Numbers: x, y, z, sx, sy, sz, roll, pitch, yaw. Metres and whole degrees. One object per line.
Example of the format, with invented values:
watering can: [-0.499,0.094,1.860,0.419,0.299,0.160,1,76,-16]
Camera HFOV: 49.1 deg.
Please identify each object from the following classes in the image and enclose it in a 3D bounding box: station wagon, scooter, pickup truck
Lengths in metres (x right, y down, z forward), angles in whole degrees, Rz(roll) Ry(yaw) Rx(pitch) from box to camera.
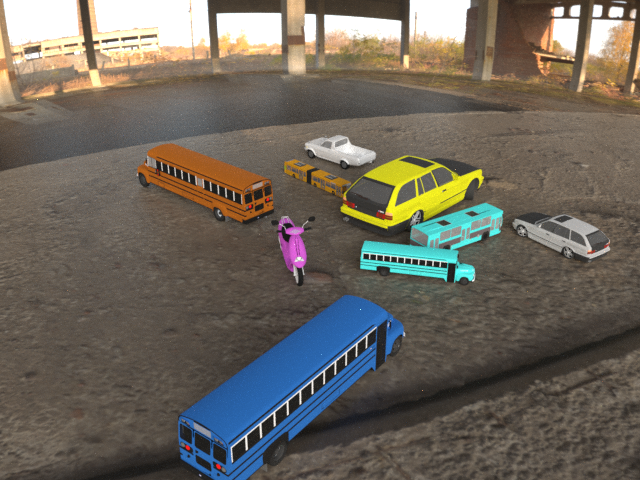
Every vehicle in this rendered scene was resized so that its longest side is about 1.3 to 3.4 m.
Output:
station wagon: [3.908,-0.149,11.428,0.682,0.473,1.597,-18,32,-31]
station wagon: [1.761,-1.004,12.623,1.327,0.920,3.105,23,35,37]
scooter: [-0.426,0.020,10.600,0.662,0.919,1.399,-6,27,-11]
pickup truck: [0.412,-1.916,14.878,1.603,0.511,0.640,23,35,37]

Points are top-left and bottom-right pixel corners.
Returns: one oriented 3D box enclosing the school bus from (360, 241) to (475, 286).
school bus: [1.471,0.335,10.514,1.708,0.434,0.365,6,27,12]

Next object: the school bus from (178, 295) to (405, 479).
school bus: [-0.121,1.484,7.790,0.709,0.844,3.322,19,32,32]

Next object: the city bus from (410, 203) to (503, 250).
city bus: [2.243,-0.148,11.440,1.674,0.460,0.476,-17,31,-30]

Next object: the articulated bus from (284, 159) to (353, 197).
articulated bus: [-0.062,-1.227,13.762,0.311,0.289,1.749,-22,34,-36]

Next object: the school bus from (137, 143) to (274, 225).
school bus: [-2.235,-1.102,12.901,3.322,0.844,0.709,23,35,37]
